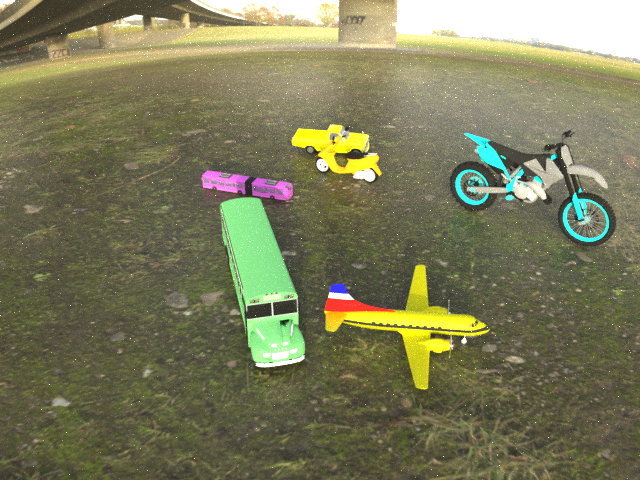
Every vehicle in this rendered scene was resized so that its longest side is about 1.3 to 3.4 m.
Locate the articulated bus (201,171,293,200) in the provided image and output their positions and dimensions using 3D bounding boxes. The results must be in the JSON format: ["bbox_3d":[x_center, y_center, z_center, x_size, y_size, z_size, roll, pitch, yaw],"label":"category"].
[{"bbox_3d":[-1.360,-1.010,12.950,1.749,0.289,0.311,10,31,17],"label":"articulated bus"}]

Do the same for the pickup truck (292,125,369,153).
[{"bbox_3d":[0.232,-2.118,14.666,1.603,0.511,0.640,5,30,9],"label":"pickup truck"}]

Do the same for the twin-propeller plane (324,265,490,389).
[{"bbox_3d":[1.116,0.956,8.997,2.129,0.792,2.663,3,30,6],"label":"twin-propeller plane"}]

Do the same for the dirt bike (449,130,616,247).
[{"bbox_3d":[3.456,-0.956,11.465,2.903,1.666,1.024,22,36,33],"label":"dirt bike"}]

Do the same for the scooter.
[{"bbox_3d":[0.529,-1.606,13.358,1.399,0.919,0.662,15,33,24],"label":"scooter"}]

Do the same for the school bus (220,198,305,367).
[{"bbox_3d":[-0.856,0.488,9.764,0.709,0.844,3.322,-7,30,-12],"label":"school bus"}]
